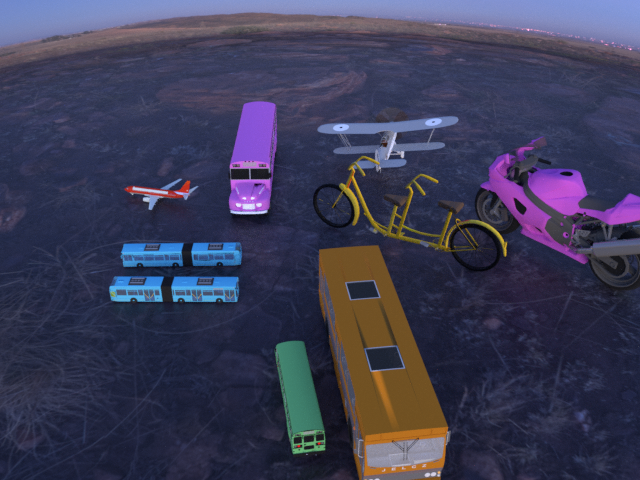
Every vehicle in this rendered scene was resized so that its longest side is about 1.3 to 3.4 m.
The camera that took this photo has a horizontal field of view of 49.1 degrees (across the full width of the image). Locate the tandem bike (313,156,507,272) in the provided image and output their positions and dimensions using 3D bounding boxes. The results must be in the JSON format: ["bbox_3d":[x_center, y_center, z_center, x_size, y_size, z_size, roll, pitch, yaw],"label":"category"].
[{"bbox_3d":[1.251,-0.433,10.409,3.192,1.326,0.550,18,36,26],"label":"tandem bike"}]

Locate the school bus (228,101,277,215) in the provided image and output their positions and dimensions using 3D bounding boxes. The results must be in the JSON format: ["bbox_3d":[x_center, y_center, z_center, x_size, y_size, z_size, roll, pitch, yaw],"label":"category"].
[{"bbox_3d":[-1.172,-1.517,12.620,0.709,0.844,3.322,0,32,-1],"label":"school bus"}]

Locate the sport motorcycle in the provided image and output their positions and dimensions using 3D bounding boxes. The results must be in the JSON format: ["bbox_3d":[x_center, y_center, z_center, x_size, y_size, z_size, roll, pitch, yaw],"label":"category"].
[{"bbox_3d":[3.505,-0.405,10.107,0.983,1.596,2.955,-26,40,-35],"label":"sport motorcycle"}]

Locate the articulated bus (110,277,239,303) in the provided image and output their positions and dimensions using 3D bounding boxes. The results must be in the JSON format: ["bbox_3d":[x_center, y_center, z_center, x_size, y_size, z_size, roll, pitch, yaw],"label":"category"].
[{"bbox_3d":[-1.977,0.677,9.601,1.749,0.289,0.311,0,32,0],"label":"articulated bus"}]

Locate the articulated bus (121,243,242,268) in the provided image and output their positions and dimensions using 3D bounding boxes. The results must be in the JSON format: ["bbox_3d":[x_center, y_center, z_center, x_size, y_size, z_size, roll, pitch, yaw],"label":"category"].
[{"bbox_3d":[-2.044,0.216,10.346,1.749,0.289,0.311,-1,32,-1],"label":"articulated bus"}]

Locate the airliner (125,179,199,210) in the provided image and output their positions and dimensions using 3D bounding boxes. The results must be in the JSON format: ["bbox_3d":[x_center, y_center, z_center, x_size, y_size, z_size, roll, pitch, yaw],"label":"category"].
[{"bbox_3d":[-2.787,-0.899,12.014,1.307,0.429,1.161,9,33,13],"label":"airliner"}]

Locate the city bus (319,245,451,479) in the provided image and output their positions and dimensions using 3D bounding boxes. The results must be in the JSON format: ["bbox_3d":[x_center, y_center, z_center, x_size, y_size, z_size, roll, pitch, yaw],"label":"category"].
[{"bbox_3d":[0.588,1.299,8.020,0.926,0.894,3.255,-4,32,-7],"label":"city bus"}]

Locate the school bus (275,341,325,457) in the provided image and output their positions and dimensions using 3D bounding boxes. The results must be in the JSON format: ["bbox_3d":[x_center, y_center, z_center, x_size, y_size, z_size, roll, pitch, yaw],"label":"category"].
[{"bbox_3d":[-0.254,1.667,7.863,0.365,0.434,1.708,-5,32,-8],"label":"school bus"}]

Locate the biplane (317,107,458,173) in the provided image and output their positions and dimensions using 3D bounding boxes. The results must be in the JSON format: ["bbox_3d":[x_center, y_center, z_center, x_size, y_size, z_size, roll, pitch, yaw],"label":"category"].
[{"bbox_3d":[1.156,-1.736,12.843,2.598,0.981,2.120,7,32,11],"label":"biplane"}]
